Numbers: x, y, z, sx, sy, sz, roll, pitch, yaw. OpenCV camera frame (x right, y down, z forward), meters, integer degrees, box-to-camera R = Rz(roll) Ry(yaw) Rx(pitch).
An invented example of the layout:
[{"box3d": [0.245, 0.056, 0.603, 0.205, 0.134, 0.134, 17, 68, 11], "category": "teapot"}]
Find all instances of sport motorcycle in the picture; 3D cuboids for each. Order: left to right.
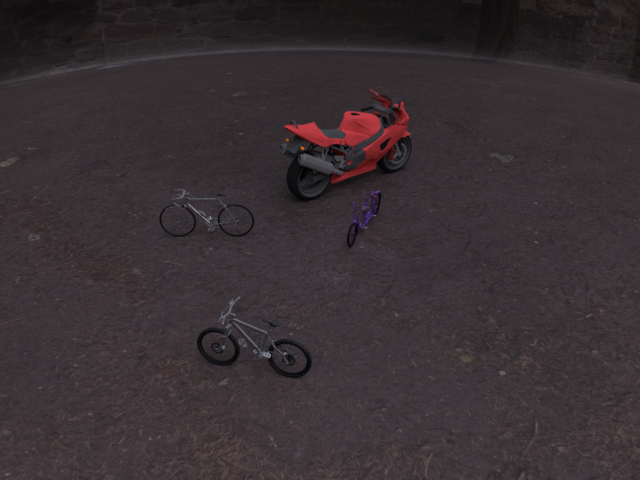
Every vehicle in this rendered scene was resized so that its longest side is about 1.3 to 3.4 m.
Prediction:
[{"box3d": [0.589, -1.744, 12.911, 2.955, 1.596, 0.983, -20, 35, -31], "category": "sport motorcycle"}]

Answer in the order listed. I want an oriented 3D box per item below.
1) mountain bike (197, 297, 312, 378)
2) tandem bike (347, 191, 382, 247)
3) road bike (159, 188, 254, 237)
[{"box3d": [-0.809, 1.234, 8.446, 1.469, 0.868, 0.573, 7, 31, 12], "category": "mountain bike"}, {"box3d": [0.755, -0.484, 11.631, 0.283, 0.682, 1.642, 12, 32, 20], "category": "tandem bike"}, {"box3d": [-1.846, -0.426, 11.360, 1.545, 0.852, 0.358, 0, 30, 0], "category": "road bike"}]
